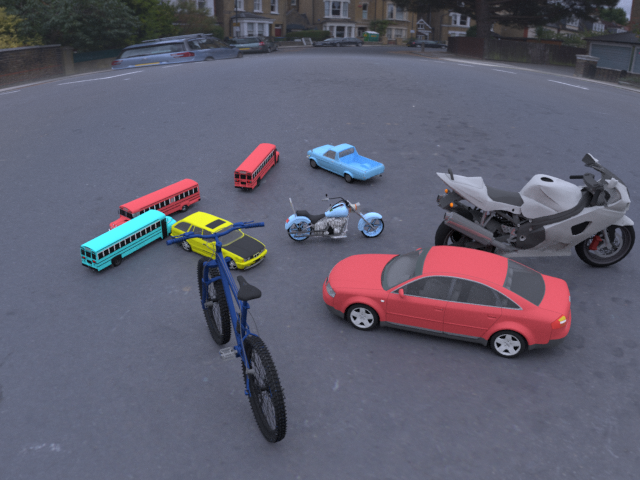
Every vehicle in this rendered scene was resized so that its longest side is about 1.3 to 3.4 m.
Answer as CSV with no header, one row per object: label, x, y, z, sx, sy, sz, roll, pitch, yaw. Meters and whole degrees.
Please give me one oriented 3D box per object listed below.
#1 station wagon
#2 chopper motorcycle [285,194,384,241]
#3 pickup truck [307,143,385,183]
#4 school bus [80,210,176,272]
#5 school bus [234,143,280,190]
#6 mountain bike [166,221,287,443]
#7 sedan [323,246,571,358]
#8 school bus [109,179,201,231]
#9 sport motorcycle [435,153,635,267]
station wagon,-1.538,-0.027,10.600,1.597,0.473,0.682,20,34,32
chopper motorcycle,0.235,-0.349,10.893,1.563,0.761,0.466,-5,29,-8
pickup truck,0.468,-1.515,13.313,0.640,0.511,1.603,-24,37,-37
school bus,-2.857,-0.044,10.672,0.365,0.434,1.708,17,33,28
school bus,-1.161,-1.426,13.230,0.365,0.434,1.708,7,29,13
mountain bike,-0.934,0.861,7.679,1.114,1.688,2.857,-12,31,-21
sedan,1.572,0.622,8.907,3.137,0.940,1.235,9,30,16
school bus,-2.731,-0.539,11.588,0.365,0.434,1.708,21,35,33
sport motorcycle,3.072,-0.313,9.948,2.955,1.596,0.983,0,28,-1
